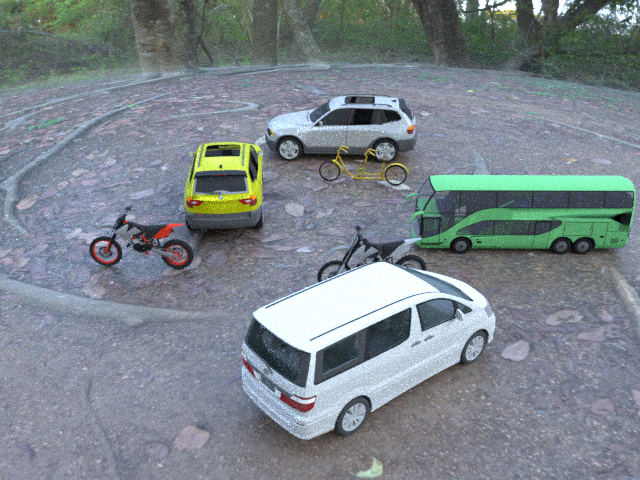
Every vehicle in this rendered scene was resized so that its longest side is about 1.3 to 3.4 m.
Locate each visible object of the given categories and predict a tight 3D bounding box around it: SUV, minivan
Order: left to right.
[{"bbox_3d":[-1.568,-1.110,11.713,1.276,1.128,3.058,-2,27,-4],"label":"SUV"},{"bbox_3d":[0.426,-2.293,14.049,3.058,1.128,1.276,2,27,3],"label":"SUV"},{"bbox_3d":[0.638,0.957,7.551,3.011,1.197,1.324,-20,33,-34],"label":"minivan"}]

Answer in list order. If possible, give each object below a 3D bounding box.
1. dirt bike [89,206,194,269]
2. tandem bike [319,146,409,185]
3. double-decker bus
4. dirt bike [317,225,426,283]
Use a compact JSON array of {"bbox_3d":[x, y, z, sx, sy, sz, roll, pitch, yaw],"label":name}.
[{"bbox_3d":[-2.524,0.012,9.794,1.493,0.857,0.527,2,27,3],"label":"dirt bike"},{"bbox_3d":[0.790,-1.337,12.655,1.642,0.682,0.283,4,27,8],"label":"tandem bike"},{"bbox_3d":[2.921,-0.400,10.393,3.251,1.052,0.756,0,27,0],"label":"double-decker bus"},{"bbox_3d":[0.700,0.278,9.269,1.493,0.857,0.527,-5,27,-9],"label":"dirt bike"}]
